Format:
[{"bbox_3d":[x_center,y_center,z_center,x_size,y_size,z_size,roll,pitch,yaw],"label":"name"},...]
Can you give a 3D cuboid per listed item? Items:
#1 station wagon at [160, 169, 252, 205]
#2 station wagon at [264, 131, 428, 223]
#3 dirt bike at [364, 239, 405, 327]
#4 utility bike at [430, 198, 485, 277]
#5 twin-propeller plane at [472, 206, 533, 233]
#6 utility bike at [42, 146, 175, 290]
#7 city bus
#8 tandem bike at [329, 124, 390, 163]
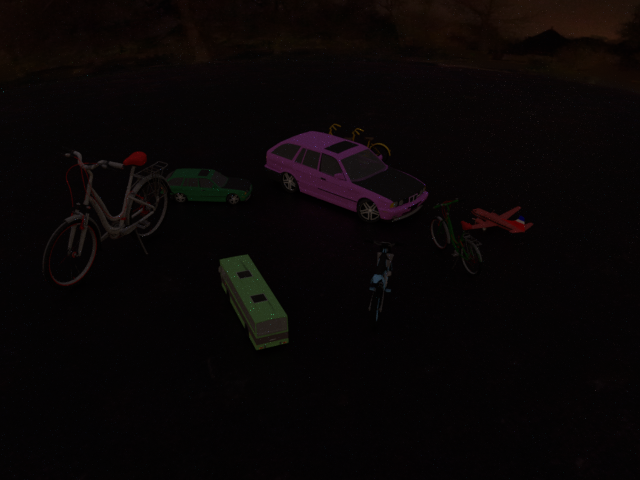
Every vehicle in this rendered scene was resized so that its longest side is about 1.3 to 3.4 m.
[{"bbox_3d":[-2.004,-0.979,12.443,1.597,0.473,0.682,2,28,4],"label":"station wagon"},{"bbox_3d":[0.430,-1.211,12.402,3.105,0.920,1.327,23,35,37],"label":"station wagon"},{"bbox_3d":[0.810,0.471,9.251,0.527,0.857,1.493,6,28,11],"label":"dirt bike"},{"bbox_3d":[1.944,-0.073,10.198,0.535,0.946,1.435,-11,30,-20],"label":"utility bike"},{"bbox_3d":[2.873,-0.357,11.322,1.370,0.407,1.095,-19,33,-32],"label":"twin-propeller plane"},{"bbox_3d":[-2.907,-0.499,10.049,1.039,1.839,2.791,13,30,23],"label":"utility bike"},{"bbox_3d":[-0.880,0.789,9.071,0.476,0.460,1.674,-11,29,-19],"label":"city bus"},{"bbox_3d":[0.636,-1.938,14.053,1.642,0.682,0.283,12,30,21],"label":"tandem bike"}]
